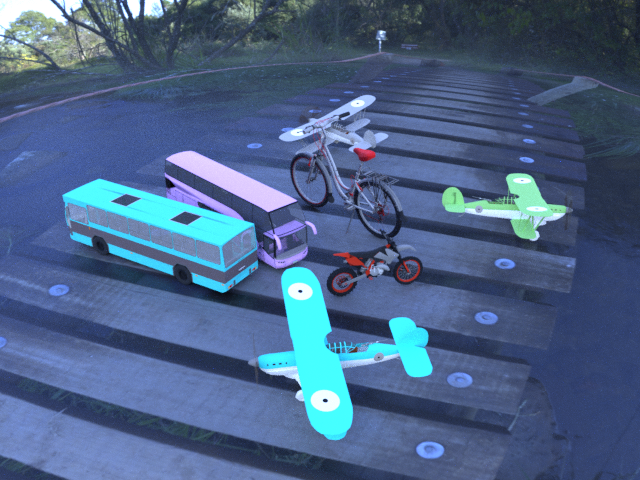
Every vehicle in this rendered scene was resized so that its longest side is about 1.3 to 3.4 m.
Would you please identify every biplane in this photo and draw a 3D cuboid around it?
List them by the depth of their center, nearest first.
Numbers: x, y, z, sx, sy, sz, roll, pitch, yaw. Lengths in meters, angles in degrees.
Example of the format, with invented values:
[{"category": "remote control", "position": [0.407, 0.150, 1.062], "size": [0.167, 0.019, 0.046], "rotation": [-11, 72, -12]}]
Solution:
[{"category": "biplane", "position": [0.233, 1.359, 8.104], "size": [2.120, 0.981, 2.598], "rotation": [-5, 29, -9]}, {"category": "biplane", "position": [3.096, -0.543, 11.640], "size": [2.120, 0.981, 2.598], "rotation": [4, 29, 7]}, {"category": "biplane", "position": [0.403, -2.252, 14.817], "size": [2.598, 0.981, 2.120], "rotation": [-23, 36, -36]}]

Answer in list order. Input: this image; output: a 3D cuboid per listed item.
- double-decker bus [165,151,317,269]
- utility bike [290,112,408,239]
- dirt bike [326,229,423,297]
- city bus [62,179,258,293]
[{"category": "double-decker bus", "position": [-1.425, -0.533, 11.546], "size": [0.756, 1.052, 3.251], "rotation": [-24, 36, -37]}, {"category": "utility bike", "position": [0.341, -1.078, 11.728], "size": [1.039, 1.839, 2.791], "rotation": [-24, 36, -37]}, {"category": "dirt bike", "position": [0.807, 0.352, 10.106], "size": [1.493, 0.857, 0.527], "rotation": [-8, 29, -15]}, {"category": "city bus", "position": [-2.522, -0.087, 10.883], "size": [3.255, 0.894, 0.926], "rotation": [16, 32, 27]}]
